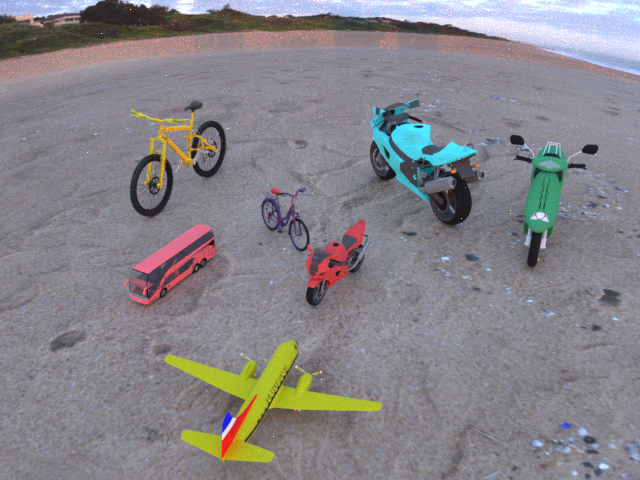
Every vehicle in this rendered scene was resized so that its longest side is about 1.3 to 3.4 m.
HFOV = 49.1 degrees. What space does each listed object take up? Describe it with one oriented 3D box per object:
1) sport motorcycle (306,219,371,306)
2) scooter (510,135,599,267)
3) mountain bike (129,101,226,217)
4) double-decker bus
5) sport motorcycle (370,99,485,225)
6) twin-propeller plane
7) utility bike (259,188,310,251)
[{"bbox_3d":[0.245,0.317,10.123,0.506,0.821,1.520,18,35,28],"label":"sport motorcycle"},{"bbox_3d":[3.628,-0.883,11.232,1.288,1.786,2.721,10,32,17],"label":"scooter"},{"bbox_3d":[-2.508,-1.600,12.568,1.114,1.688,2.857,13,33,22],"label":"mountain bike"},{"bbox_3d":[-2.172,0.354,10.338,0.389,0.541,1.672,16,34,25],"label":"double-decker bus"},{"bbox_3d":[1.732,-1.424,12.355,0.983,1.596,2.955,-15,33,-24],"label":"sport motorcycle"},{"bbox_3d":[-0.647,1.656,7.839,2.663,0.792,2.129,10,31,16],"label":"twin-propeller plane"},{"bbox_3d":[-0.546,-0.457,11.334,0.535,0.946,1.435,-20,36,-30],"label":"utility bike"}]
